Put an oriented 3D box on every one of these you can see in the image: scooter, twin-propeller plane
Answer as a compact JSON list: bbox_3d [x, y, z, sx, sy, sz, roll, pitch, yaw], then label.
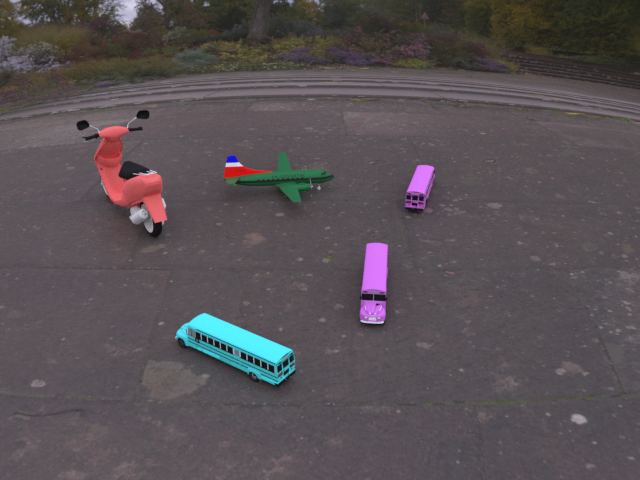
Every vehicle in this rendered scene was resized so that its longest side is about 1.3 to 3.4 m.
[{"bbox_3d":[-3.349,-1.213,12.108,1.288,1.786,2.721,-17,31,-31],"label":"scooter"},{"bbox_3d":[-0.773,-1.282,13.369,2.129,0.792,2.663,-4,27,-8],"label":"twin-propeller plane"}]

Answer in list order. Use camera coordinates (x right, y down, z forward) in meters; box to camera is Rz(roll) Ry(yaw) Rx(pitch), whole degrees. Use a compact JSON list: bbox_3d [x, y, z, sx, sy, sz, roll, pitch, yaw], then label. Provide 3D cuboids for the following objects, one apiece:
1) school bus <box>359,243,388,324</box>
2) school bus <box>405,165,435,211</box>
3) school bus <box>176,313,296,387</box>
[{"bbox_3d":[0.780,0.604,9.963,0.365,0.434,1.708,3,26,5],"label":"school bus"},{"bbox_3d":[1.914,-1.022,13.246,0.365,0.434,1.708,7,27,14],"label":"school bus"},{"bbox_3d":[-1.082,1.298,8.561,1.708,0.434,0.365,17,31,31],"label":"school bus"}]
